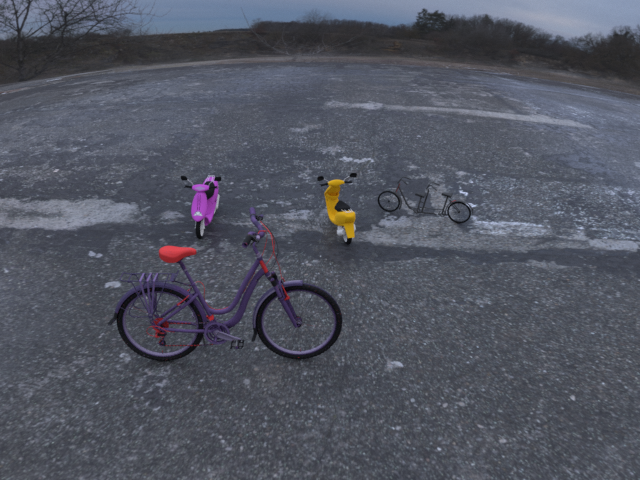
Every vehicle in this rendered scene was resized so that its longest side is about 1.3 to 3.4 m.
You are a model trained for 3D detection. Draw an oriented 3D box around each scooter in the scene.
[{"bbox_3d":[-1.894,-0.695,11.542,0.662,0.919,1.399,2,29,3],"label":"scooter"},{"bbox_3d":[0.313,-0.572,11.317,0.662,0.919,1.399,-7,30,-13],"label":"scooter"}]

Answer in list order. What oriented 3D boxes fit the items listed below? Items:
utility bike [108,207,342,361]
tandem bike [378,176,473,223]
[{"bbox_3d":[-1.129,0.589,8.246,2.791,1.839,1.039,0,29,-1],"label":"utility bike"},{"bbox_3d":[1.764,-0.679,11.759,1.642,0.682,0.283,10,30,18],"label":"tandem bike"}]
